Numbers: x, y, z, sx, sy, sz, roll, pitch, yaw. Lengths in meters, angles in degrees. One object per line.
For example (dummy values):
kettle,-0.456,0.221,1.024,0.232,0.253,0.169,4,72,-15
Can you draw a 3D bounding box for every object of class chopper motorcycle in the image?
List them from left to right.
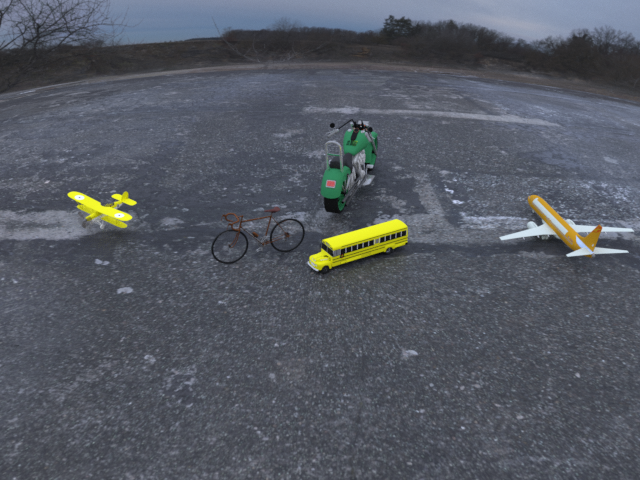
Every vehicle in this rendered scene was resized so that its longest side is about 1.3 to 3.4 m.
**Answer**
chopper motorcycle,0.627,-1.598,13.059,0.906,1.480,3.040,9,29,15

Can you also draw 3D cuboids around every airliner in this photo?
airliner,3.966,-0.389,11.494,2.257,0.835,2.541,-4,28,-7

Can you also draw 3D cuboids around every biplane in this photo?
biplane,-3.667,-0.520,12.085,1.336,0.504,1.090,14,31,25

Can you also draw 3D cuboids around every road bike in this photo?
road bike,-0.956,-0.097,10.933,1.545,0.852,0.358,-11,30,-20

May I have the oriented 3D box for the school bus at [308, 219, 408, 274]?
school bus,0.603,0.091,11.025,1.708,0.434,0.365,-16,32,-27
